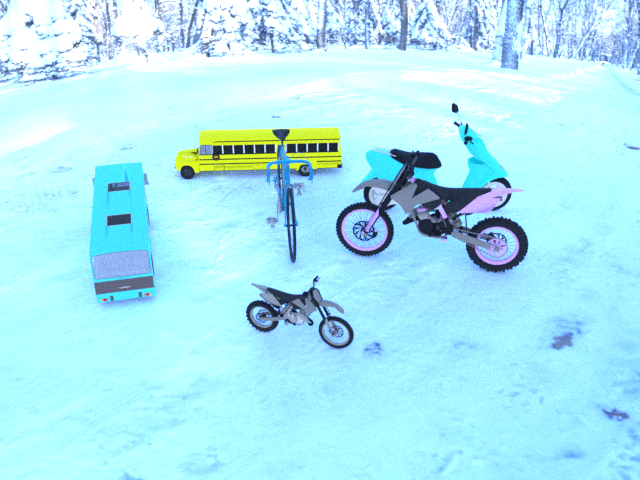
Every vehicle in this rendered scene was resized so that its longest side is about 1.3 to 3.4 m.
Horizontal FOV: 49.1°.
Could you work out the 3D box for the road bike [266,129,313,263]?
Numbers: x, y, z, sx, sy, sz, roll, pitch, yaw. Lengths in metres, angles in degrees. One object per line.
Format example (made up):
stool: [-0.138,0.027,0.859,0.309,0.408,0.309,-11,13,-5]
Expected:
road bike: [-0.564,-0.875,11.390,0.696,1.656,3.004,-4,28,-7]

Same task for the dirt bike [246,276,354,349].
dirt bike: [-0.272,0.909,8.906,1.493,0.857,0.527,10,30,19]

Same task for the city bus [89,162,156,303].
city bus: [-3.074,-0.189,10.916,0.926,0.894,3.255,-7,29,-13]

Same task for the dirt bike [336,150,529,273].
dirt bike: [1.656,-0.369,10.435,2.903,1.666,1.024,6,29,12]

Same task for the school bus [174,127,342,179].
school bus: [-1.238,-1.750,13.885,3.322,0.844,0.709,-2,28,-3]

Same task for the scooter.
scooter: [2.022,-1.321,12.085,2.721,1.786,1.288,0,28,0]
